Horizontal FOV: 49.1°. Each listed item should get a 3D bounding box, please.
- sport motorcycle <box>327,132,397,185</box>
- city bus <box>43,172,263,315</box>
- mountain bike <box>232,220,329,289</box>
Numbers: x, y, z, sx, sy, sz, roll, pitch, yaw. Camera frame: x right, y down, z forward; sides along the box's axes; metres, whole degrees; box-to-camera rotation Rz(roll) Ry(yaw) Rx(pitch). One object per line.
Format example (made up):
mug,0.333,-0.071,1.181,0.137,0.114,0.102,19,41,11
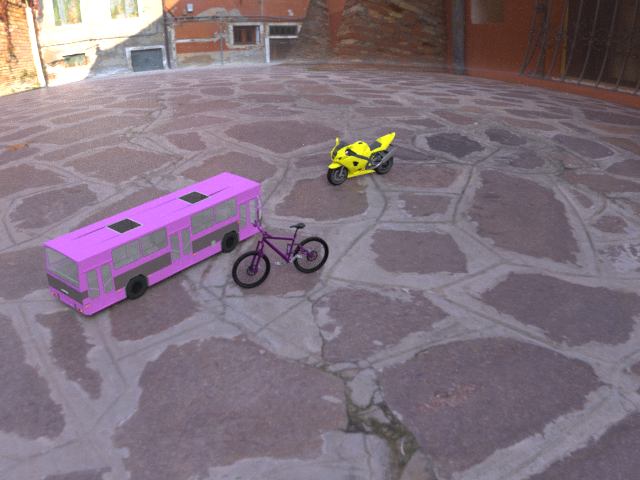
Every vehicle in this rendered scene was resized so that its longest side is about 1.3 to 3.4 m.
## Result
sport motorcycle,0.773,-1.517,13.009,1.520,0.821,0.506,-17,31,-29
city bus,-2.218,-0.012,9.989,0.926,0.894,3.255,21,34,35
mountain bike,-0.532,0.170,9.660,1.469,0.868,0.573,-13,30,-24
